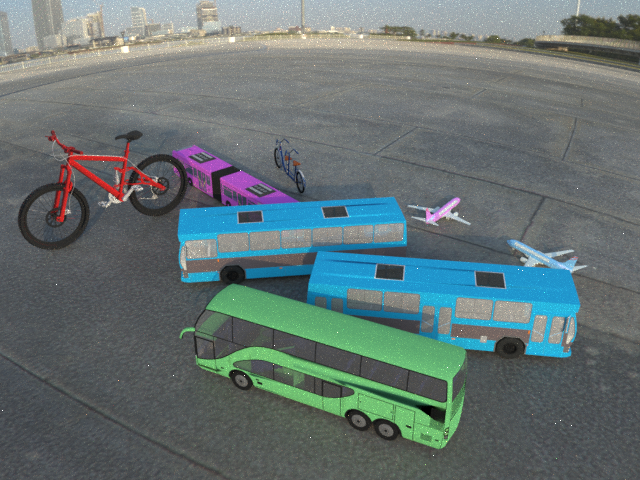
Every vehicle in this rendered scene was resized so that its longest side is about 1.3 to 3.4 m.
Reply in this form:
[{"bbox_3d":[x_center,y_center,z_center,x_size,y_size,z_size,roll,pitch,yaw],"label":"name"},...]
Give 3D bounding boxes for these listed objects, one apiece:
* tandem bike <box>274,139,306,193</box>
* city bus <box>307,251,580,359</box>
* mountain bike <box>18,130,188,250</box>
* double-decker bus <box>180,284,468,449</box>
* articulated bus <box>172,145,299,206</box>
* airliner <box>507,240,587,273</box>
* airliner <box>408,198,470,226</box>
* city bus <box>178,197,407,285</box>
[{"bbox_3d":[-0.582,-1.429,13.046,0.283,0.682,1.642,-11,32,-19],"label":"tandem bike"},{"bbox_3d":[1.490,0.830,8.858,3.255,0.894,0.926,4,30,7],"label":"city bus"},{"bbox_3d":[-3.394,-0.899,11.096,2.857,1.688,1.114,-22,36,-34],"label":"mountain bike"},{"bbox_3d":[-0.011,1.330,7.821,3.251,1.052,0.756,14,32,22],"label":"double-decker bus"},{"bbox_3d":[-1.510,-0.906,12.247,0.605,0.561,3.401,-23,37,-34],"label":"articulated bus"},{"bbox_3d":[3.307,0.175,10.480,1.161,0.429,1.307,-18,34,-29],"label":"airliner"},{"bbox_3d":[2.069,-0.565,11.782,1.161,0.429,1.307,20,35,31],"label":"airliner"},{"bbox_3d":[-0.406,0.020,10.284,3.255,0.894,0.926,-4,30,-6],"label":"city bus"}]
